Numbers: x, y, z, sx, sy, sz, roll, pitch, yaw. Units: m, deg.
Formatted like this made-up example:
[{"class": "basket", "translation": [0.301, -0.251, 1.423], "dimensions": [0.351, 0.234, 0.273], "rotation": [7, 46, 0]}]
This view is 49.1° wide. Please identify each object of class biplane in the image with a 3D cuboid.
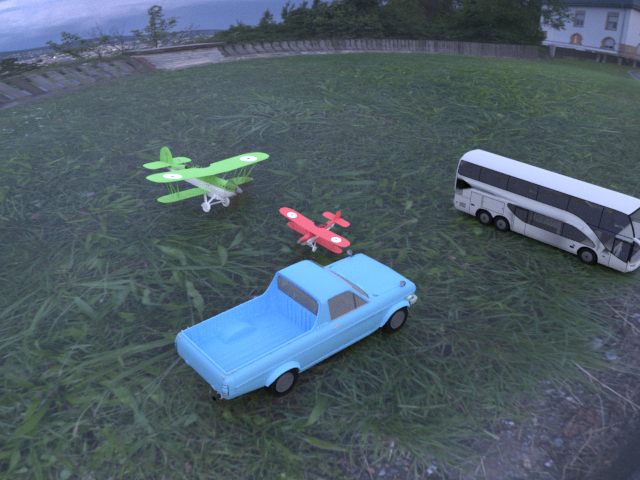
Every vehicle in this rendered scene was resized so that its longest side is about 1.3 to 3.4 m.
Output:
[{"class": "biplane", "translation": [-2.083, -1.118, 12.248], "dimensions": [2.120, 0.981, 2.598], "rotation": [23, 37, 34]}, {"class": "biplane", "translation": [0.008, -0.146, 11.047], "dimensions": [1.336, 0.504, 1.090], "rotation": [22, 36, 32]}]

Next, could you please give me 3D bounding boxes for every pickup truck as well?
[{"class": "pickup truck", "translation": [-0.206, 0.921, 8.721], "dimensions": [3.117, 0.993, 1.244], "rotation": [-23, 37, -34]}]

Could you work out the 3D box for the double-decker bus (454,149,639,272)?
[{"class": "double-decker bus", "translation": [3.645, -0.495, 11.102], "dimensions": [3.251, 1.052, 0.756], "rotation": [25, 39, 36]}]
